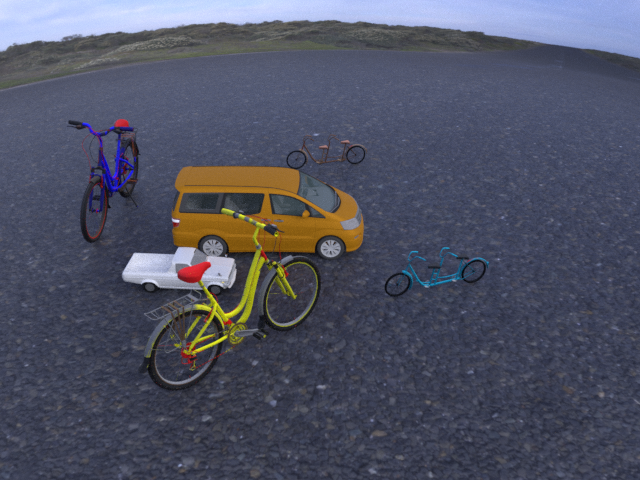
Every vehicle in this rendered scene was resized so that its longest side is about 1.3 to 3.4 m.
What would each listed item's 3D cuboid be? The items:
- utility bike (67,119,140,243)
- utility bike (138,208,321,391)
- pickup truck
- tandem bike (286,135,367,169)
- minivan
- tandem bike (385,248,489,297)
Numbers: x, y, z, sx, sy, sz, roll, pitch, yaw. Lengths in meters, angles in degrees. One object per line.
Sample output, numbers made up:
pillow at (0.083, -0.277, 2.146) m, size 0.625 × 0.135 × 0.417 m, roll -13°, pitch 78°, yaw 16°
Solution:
utility bike at (-3.430, -1.241, 11.771) m, size 1.039 × 1.839 × 2.791 m, roll 2°, pitch 30°, yaw 4°
utility bike at (-1.084, 0.631, 8.529) m, size 2.791 × 1.839 × 1.039 m, roll -25°, pitch 39°, yaw -37°
pickup truck at (-2.044, 0.414, 10.232) m, size 1.603 × 0.511 × 0.640 m, roll 2°, pitch 30°, yaw 4°
tandem bike at (0.143, -1.763, 13.832) m, size 1.642 × 0.682 × 0.283 m, roll -6°, pitch 31°, yaw -10°
minivan at (-0.806, -0.484, 11.101) m, size 3.011 × 1.197 × 1.324 m, roll 0°, pitch 30°, yaw 0°
tandem bike at (1.698, 0.425, 10.043) m, size 1.642 × 0.682 × 0.283 m, roll -9°, pitch 31°, yaw -15°
